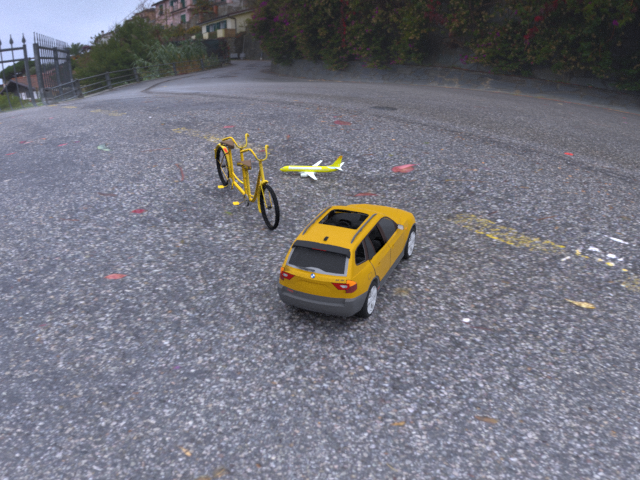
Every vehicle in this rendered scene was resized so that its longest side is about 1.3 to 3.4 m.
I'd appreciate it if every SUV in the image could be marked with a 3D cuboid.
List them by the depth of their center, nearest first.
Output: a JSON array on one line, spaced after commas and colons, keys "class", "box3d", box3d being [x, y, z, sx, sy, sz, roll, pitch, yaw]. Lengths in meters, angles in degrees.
[{"class": "SUV", "box3d": [0.474, 0.053, 10.005, 1.276, 1.128, 3.058, 10, 27, 20]}]

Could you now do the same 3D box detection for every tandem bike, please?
[{"class": "tandem bike", "box3d": [-1.370, -1.249, 12.562, 0.550, 1.326, 3.192, -12, 27, -23]}]

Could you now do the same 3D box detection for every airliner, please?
[{"class": "airliner", "box3d": [-0.173, -1.522, 14.207, 1.307, 0.429, 1.161, 2, 25, 5]}]
